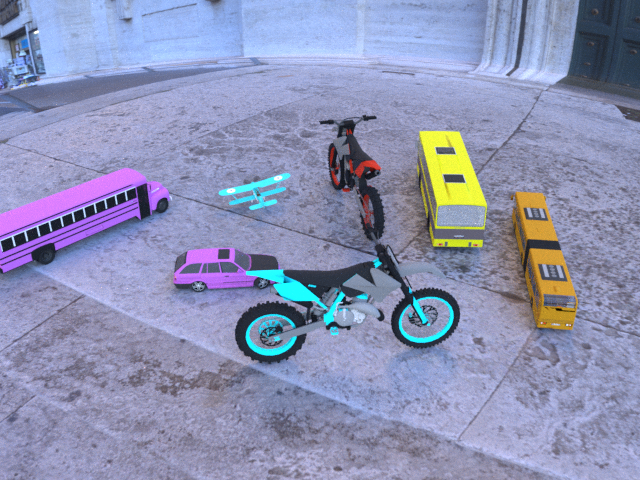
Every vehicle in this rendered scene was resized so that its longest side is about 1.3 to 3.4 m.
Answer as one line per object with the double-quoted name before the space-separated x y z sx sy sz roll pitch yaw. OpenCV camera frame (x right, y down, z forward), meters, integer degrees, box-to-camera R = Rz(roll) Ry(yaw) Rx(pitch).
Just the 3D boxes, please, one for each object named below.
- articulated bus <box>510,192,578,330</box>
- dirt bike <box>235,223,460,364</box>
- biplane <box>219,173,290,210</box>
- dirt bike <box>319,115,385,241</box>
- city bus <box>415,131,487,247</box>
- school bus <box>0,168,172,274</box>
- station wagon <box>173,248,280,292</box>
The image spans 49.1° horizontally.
"articulated bus" 3.414 0.196 10.849 0.605 0.561 3.401 4 30 7
"dirt bike" 0.374 0.759 8.738 2.903 1.666 1.024 -4 30 -7
"biplane" -1.142 -0.813 12.684 1.336 0.504 1.090 -8 31 -14
"dirt bike" 0.576 -1.245 12.269 1.024 1.666 2.903 -8 30 -13
"city bus" 2.281 -0.955 12.540 0.926 0.894 3.255 1 30 2
"school bus" -3.951 -0.439 11.681 0.709 0.844 3.322 23 37 34
"station wagon" -1.400 0.407 10.567 1.597 0.473 0.682 -3 30 -4
